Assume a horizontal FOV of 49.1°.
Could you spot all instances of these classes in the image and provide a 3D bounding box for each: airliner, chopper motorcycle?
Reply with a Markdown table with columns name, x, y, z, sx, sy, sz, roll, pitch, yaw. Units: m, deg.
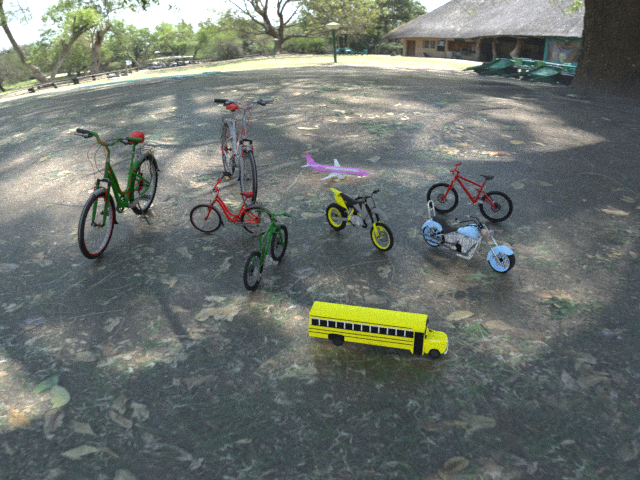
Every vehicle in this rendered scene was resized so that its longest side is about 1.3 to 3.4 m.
| name | x | y | z | sx | sy | sz | roll | pitch | yaw |
| --- | --- | --- | --- | --- | --- | --- | --- | --- | --- |
| airliner | 0.313 | -1.455 | 13.636 | 1.307 | 0.429 | 1.161 | 6 | 28 | 12 |
| chopper motorcycle | 2.211 | -0.055 | 10.501 | 1.563 | 0.761 | 0.466 | 22 | 34 | 36 |

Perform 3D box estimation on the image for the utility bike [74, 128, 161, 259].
| name | x | y | z | sx | sy | sz | roll | pitch | yaw |
| --- | --- | --- | --- | --- | --- | --- | --- | --- | --- |
| utility bike | -3.060 | -0.949 | 11.073 | 1.039 | 1.839 | 2.791 | 5 | 27 | 11 |

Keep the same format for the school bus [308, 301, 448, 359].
| name | x | y | z | sx | sy | sz | roll | pitch | yaw |
| --- | --- | --- | --- | --- | --- | --- | --- | --- | --- |
| school bus | 0.719 | 1.091 | 8.595 | 1.708 | 0.434 | 0.365 | 6 | 27 | 12 |

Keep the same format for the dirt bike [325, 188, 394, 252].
| name | x | y | z | sx | sy | sz | roll | pitch | yaw |
| --- | --- | --- | --- | --- | --- | --- | --- | --- | --- |
| dirt bike | 0.615 | -0.384 | 11.045 | 0.527 | 0.857 | 1.493 | -22 | 34 | -37 |

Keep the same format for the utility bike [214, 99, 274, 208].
| name | x | y | z | sx | sy | sz | roll | pitch | yaw |
| --- | --- | --- | --- | --- | --- | --- | --- | --- | --- |
| utility bike | -1.422 | -1.797 | 12.752 | 1.039 | 1.839 | 2.791 | -9 | 28 | -17 |

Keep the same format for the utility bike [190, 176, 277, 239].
| name | x | y | z | sx | sy | sz | roll | pitch | yaw |
| --- | --- | --- | --- | --- | --- | --- | --- | --- | --- |
| utility bike | -1.403 | -0.484 | 11.143 | 1.435 | 0.946 | 0.535 | 2 | 27 | 5 |

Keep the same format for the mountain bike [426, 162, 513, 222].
| name | x | y | z | sx | sy | sz | roll | pitch | yaw |
| --- | --- | --- | --- | --- | --- | --- | --- | --- | --- |
| mountain bike | 2.528 | -0.778 | 11.811 | 1.469 | 0.868 | 0.573 | 11 | 29 | 21 |

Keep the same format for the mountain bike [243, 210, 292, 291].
| name | x | y | z | sx | sy | sz | roll | pitch | yaw |
| --- | --- | --- | --- | --- | --- | --- | --- | --- | --- |
| mountain bike | -0.765 | 0.103 | 10.070 | 0.573 | 0.868 | 1.469 | 9 | 28 | 18 |
